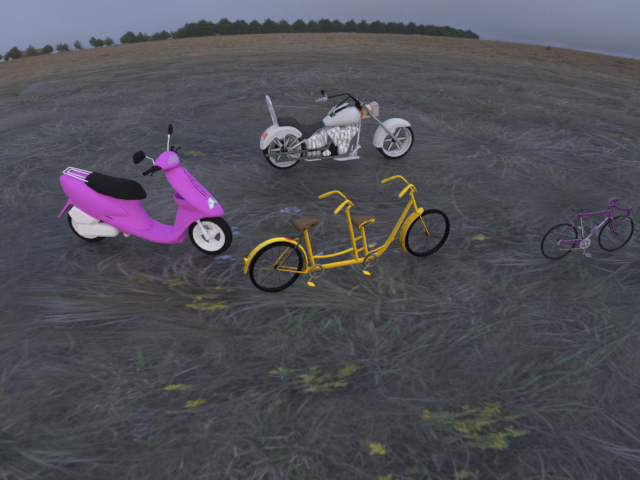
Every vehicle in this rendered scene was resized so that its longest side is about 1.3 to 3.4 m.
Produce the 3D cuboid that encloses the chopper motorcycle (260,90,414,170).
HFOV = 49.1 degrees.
[{"bbox_3d":[0.357,-2.113,13.154,3.040,1.480,0.906,-9,30,-16],"label":"chopper motorcycle"}]

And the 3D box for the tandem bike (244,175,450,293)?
[{"bbox_3d":[0.455,-0.100,9.659,3.192,1.326,0.550,-12,31,-21],"label":"tandem bike"}]

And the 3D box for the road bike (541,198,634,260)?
[{"bbox_3d":[3.944,-0.147,10.237,1.545,0.852,0.358,-7,30,-13],"label":"road bike"}]

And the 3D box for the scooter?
[{"bbox_3d":[-2.617,-0.675,10.226,2.721,1.786,1.288,6,29,10],"label":"scooter"}]
